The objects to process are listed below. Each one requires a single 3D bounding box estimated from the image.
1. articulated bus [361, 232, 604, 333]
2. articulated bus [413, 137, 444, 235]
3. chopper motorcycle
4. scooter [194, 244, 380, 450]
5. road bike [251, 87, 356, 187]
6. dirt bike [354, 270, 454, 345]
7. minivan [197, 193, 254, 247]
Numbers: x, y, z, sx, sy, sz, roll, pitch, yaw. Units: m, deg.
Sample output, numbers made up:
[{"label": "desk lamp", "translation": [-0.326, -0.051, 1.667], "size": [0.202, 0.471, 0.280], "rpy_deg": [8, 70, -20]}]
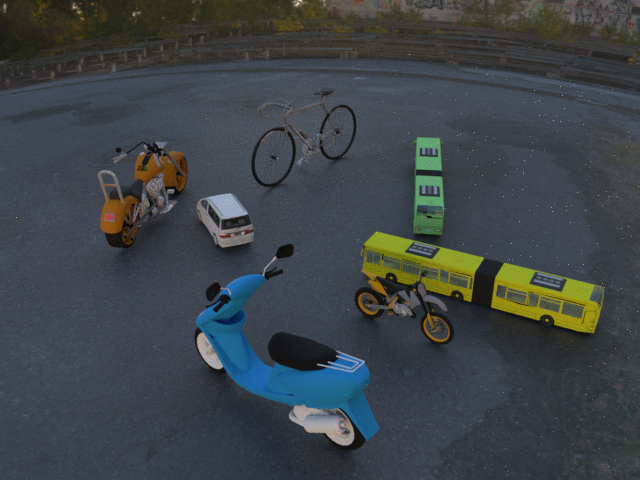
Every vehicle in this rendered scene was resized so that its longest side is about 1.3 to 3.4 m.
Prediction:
[{"label": "articulated bus", "translation": [2.203, 0.557, 9.971], "size": [3.401, 0.561, 0.605], "rpy_deg": [15, 32, 25]}, {"label": "articulated bus", "translation": [2.007, -1.084, 12.977], "size": [0.605, 0.561, 3.401], "rpy_deg": [4, 29, 6]}, {"label": "chopper motorcycle", "translation": [-2.922, -1.021, 11.903], "size": [0.906, 1.480, 3.040], "rpy_deg": [5, 29, 9]}, {"label": "scooter", "translation": [-0.489, 1.135, 7.634], "size": [2.721, 1.786, 1.288], "rpy_deg": [22, 36, 35]}, {"label": "road bike", "translation": [-0.246, -2.102, 13.699], "size": [0.697, 1.656, 3.004], "rpy_deg": [23, 36, 36]}, {"label": "dirt bike", "translation": [1.093, 0.825, 9.172], "size": [1.493, 0.857, 0.527], "rpy_deg": [19, 34, 31]}, {"label": "minivan", "translation": [-1.616, -0.425, 11.713], "size": [0.681, 0.616, 1.548], "rpy_deg": [-12, 31, -21]}]
